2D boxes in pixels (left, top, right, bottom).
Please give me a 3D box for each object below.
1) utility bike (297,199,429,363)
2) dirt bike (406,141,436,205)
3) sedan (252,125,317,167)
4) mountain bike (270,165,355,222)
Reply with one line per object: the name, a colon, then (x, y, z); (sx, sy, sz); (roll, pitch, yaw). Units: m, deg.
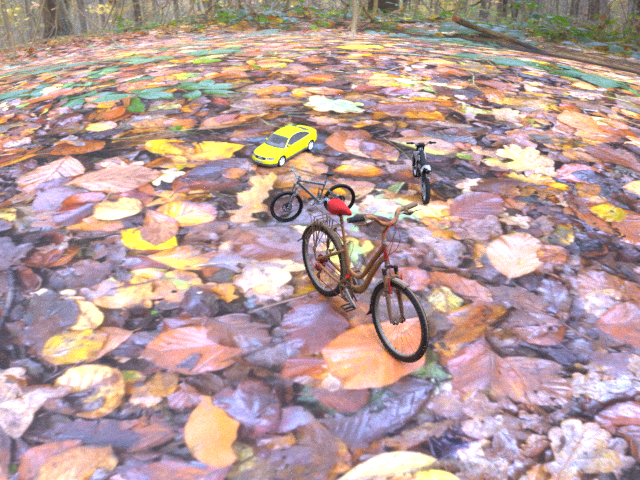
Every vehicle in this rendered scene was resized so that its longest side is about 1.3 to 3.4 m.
utility bike: (0.564, 0.243, 8.978); (1.039, 1.839, 2.791); (-19, 36, -28)
dirt bike: (1.792, -1.278, 12.398); (0.527, 0.857, 1.493); (-1, 32, -2)
sedan: (-0.686, -1.910, 13.788); (0.635, 0.483, 1.613); (20, 37, 30)
mountain bike: (-0.113, -0.746, 11.521); (1.469, 0.868, 0.573); (-9, 33, -14)
